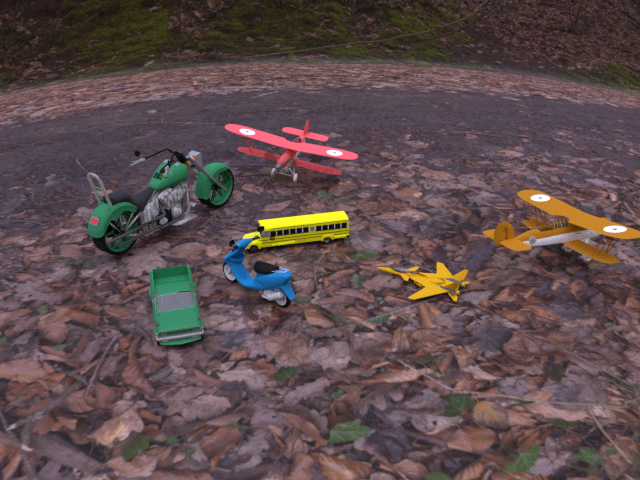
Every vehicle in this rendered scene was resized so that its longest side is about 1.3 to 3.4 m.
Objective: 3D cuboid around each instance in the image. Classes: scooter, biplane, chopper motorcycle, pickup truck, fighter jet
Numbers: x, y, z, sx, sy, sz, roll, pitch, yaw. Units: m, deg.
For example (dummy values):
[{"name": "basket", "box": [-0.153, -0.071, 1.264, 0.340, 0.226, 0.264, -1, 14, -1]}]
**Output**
[{"name": "scooter", "box": [-0.885, 0.364, 9.726, 1.399, 0.919, 0.662, 22, 35, 35]}, {"name": "biplane", "box": [-0.473, -1.762, 13.648, 2.598, 0.981, 2.120, 7, 29, 13]}, {"name": "chopper motorcycle", "box": [-2.494, -0.833, 11.376, 0.906, 1.480, 3.040, 18, 33, 30]}, {"name": "pickup truck", "box": [-1.942, 0.795, 9.351, 0.640, 0.511, 1.603, -7, 29, -13]}, {"name": "biplane", "box": [3.527, -0.128, 10.584, 2.120, 0.981, 2.598, -9, 29, -17]}, {"name": "fighter jet", "box": [1.443, 0.492, 10.158, 1.358, 0.286, 1.147, 15, 31, 25]}]

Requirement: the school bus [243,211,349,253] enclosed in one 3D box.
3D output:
[{"name": "school bus", "box": [-0.393, -0.139, 11.185, 1.708, 0.434, 0.365, -7, 29, -13]}]
